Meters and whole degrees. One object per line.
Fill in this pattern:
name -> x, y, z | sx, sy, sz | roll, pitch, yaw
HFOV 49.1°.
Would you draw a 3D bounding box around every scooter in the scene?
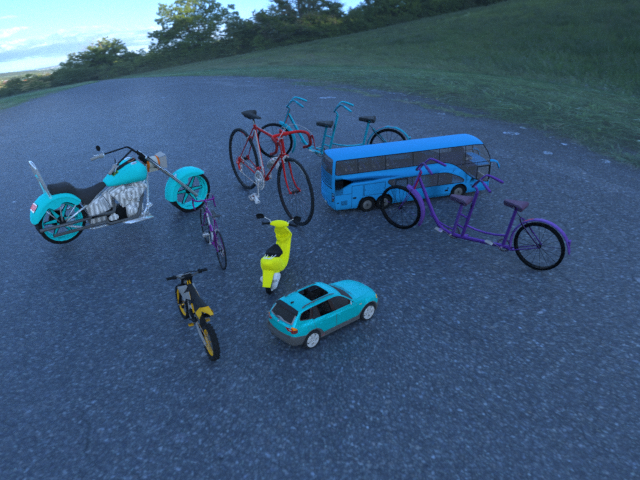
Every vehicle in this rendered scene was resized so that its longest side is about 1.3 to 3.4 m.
scooter -> -0.621, 0.121, 10.115 | 0.662, 0.919, 1.399 | 4, 27, 8

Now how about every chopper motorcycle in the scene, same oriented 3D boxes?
chopper motorcycle -> -3.213, -0.883, 11.456 | 3.040, 1.480, 0.906 | -19, 33, -33

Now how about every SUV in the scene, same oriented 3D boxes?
SUV -> 0.059, 0.852, 9.060 | 1.572, 0.580, 0.656 | -21, 34, -35

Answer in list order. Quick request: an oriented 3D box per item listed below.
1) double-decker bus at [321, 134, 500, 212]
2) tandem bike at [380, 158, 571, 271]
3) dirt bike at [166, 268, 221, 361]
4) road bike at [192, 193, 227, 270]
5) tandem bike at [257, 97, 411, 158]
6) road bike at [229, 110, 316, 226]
double-decker bus -> 1.623, -1.239, 12.617 | 3.251, 1.052, 0.756 | -9, 28, -16
tandem bike -> 2.303, -0.452, 10.785 | 3.192, 1.326, 0.550 | 18, 32, 31
dirt bike -> -1.572, 0.853, 8.756 | 0.527, 0.857, 1.493 | -14, 30, -25
road bike -> -1.654, -0.156, 10.728 | 0.358, 0.852, 1.545 | -11, 29, -20
tandem bike -> 0.258, -2.205, 14.198 | 3.192, 1.326, 0.550 | 4, 27, 7
road bike -> -0.919, -1.373, 12.216 | 0.697, 1.656, 3.004 | -17, 32, -29
